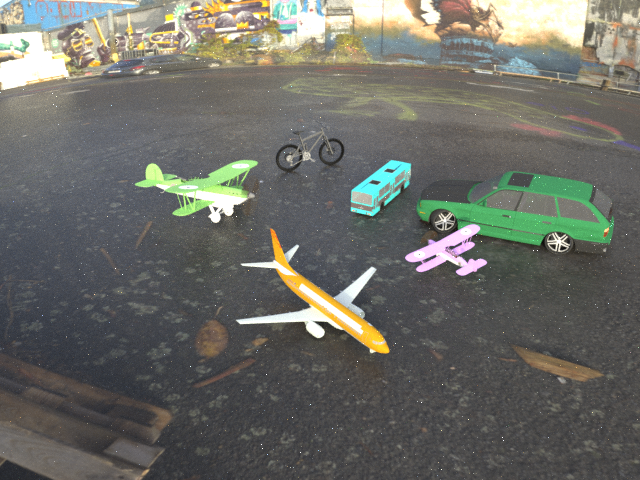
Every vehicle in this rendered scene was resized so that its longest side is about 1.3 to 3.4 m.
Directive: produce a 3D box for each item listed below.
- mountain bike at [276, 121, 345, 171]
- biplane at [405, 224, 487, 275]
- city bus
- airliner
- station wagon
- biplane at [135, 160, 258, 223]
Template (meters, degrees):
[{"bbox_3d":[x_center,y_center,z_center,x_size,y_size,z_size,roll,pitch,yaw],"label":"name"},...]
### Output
[{"bbox_3d":[-0.185,-1.832,13.865,1.469,0.868,0.573,-11,29,-20],"label":"mountain bike"},{"bbox_3d":[1.905,0.232,10.262,1.336,0.504,1.090,-16,31,-28],"label":"biplane"},{"bbox_3d":[1.115,-0.928,12.559,0.476,0.460,1.674,14,31,26],"label":"city bus"},{"bbox_3d":[0.046,0.654,9.085,2.257,0.835,2.541,-19,33,-32],"label":"airliner"},{"bbox_3d":[3.136,-0.578,11.377,3.105,0.920,1.327,11,29,21],"label":"station wagon"},{"bbox_3d":[-2.038,-0.886,11.909,2.120,0.981,2.598,10,29,19],"label":"biplane"}]
